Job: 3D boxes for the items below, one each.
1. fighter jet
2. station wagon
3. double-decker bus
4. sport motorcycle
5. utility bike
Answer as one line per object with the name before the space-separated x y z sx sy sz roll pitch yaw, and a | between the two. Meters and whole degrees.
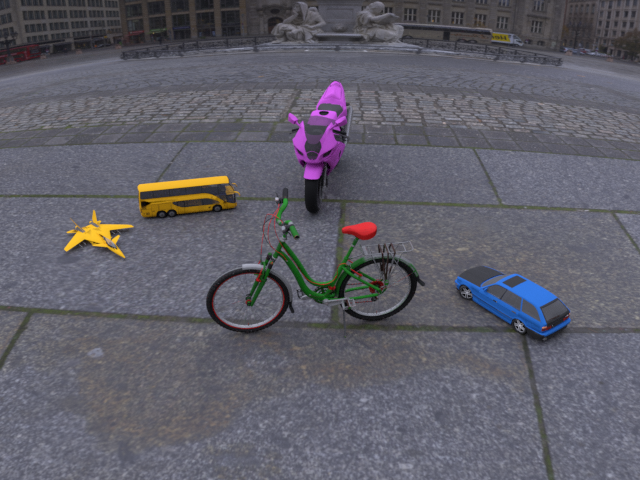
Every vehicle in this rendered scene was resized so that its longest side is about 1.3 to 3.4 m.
fighter jet | -3.378 -0.058 10.867 1.147 0.286 1.358 -24 38 -36
station wagon | 2.527 0.728 9.306 0.682 0.473 1.597 -20 35 -31
double-decker bus | -2.197 -0.731 11.785 1.672 0.541 0.389 -7 31 -12
sport motorcycle | 0.079 -1.716 12.444 0.983 1.596 2.955 5 30 8
utility bike | -0.009 0.389 8.524 2.791 1.839 1.039 -5 30 -8
